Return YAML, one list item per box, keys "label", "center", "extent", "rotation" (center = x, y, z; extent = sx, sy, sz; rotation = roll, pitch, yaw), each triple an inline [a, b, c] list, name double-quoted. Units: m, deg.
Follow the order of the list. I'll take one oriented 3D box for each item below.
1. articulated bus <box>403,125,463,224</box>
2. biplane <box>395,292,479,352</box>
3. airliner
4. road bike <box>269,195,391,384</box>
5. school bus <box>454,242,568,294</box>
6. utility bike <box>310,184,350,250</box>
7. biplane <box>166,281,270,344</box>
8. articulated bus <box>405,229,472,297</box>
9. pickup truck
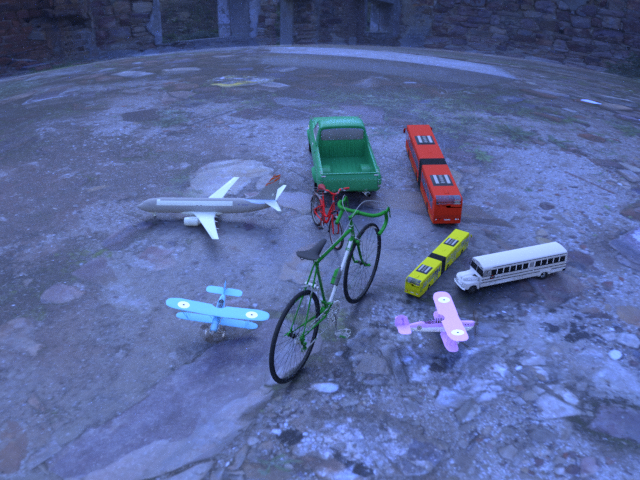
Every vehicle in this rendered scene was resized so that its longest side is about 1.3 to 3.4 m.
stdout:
- label: "articulated bus"
  center: [2.073, -1.315, 13.092]
  extent: [0.605, 0.561, 3.401]
  rotation: [-1, 31, -2]
- label: "biplane"
  center: [1.509, 1.090, 9.071]
  extent: [1.090, 0.504, 1.336]
  rotation: [-1, 31, -1]
- label: "airliner"
  center: [-1.875, -0.751, 11.867]
  extent: [2.541, 0.835, 2.257]
  rotation: [1, 31, 2]
- label: "road bike"
  center: [0.156, 0.526, 8.895]
  extent: [0.696, 1.656, 3.004]
  rotation: [15, 34, 24]
- label: "school bus"
  center: [2.808, 0.398, 10.312]
  extent: [1.708, 0.434, 0.365]
  rotation: [-10, 32, -16]
- label: "utility bike"
  center: [0.149, -0.499, 11.331]
  extent: [0.535, 0.946, 1.435]
  rotation: [-11, 32, -18]
- label: "biplane"
  center: [-1.321, 0.941, 9.324]
  extent: [1.336, 0.504, 1.090]
  rotation: [1, 31, 2]
- label: "articulated bus"
  center: [1.799, 0.322, 10.585]
  extent: [0.311, 0.289, 1.749]
  rotation: [19, 35, 29]
- label: "pickup truck"
  center: [0.413, -1.752, 13.408]
  extent: [1.244, 0.993, 3.117]
  rotation: [-2, 31, -4]
